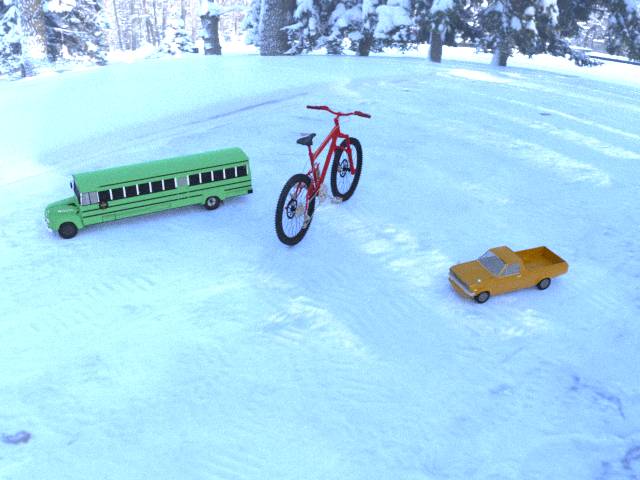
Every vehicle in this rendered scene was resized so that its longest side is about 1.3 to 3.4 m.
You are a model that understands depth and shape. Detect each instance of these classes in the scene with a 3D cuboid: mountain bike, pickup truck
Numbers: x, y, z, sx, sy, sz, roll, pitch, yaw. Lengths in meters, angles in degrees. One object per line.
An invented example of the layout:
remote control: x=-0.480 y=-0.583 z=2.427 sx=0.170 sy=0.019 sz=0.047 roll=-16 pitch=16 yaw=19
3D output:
mountain bike: x=0.055 y=-1.085 z=10.975 sx=1.114 sy=1.688 sz=2.857 roll=14 pitch=31 yaw=24
pickup truck: x=2.551 y=0.386 z=9.472 sx=1.603 sy=0.511 sz=0.640 roll=-10 pitch=30 yaw=-18

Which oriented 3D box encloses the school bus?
school bus: x=-2.763 y=-0.810 z=11.355 sx=3.322 sy=0.844 sz=0.709 roll=-13 pitch=31 yaw=-23
